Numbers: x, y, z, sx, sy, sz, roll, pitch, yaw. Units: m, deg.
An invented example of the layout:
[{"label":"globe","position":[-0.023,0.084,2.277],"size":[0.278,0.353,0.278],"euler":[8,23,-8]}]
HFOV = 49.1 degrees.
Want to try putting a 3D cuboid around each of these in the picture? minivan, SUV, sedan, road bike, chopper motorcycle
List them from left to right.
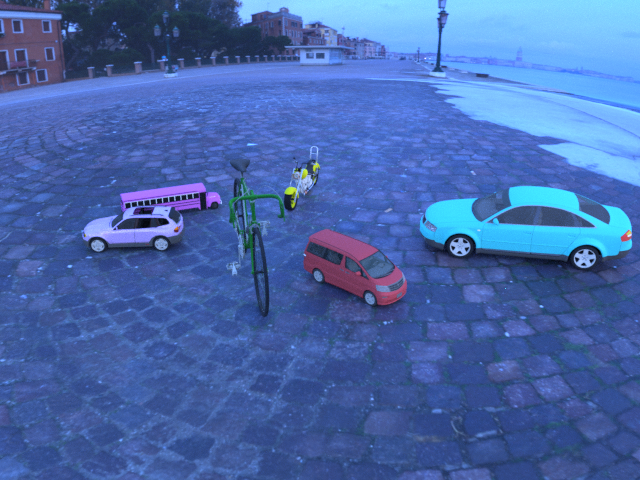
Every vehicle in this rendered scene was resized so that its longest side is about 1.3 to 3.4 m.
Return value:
[{"label":"SUV","position":[-2.916,-0.204,10.973],"size":[1.572,0.580,0.656],"euler":[-1,26,-3]},{"label":"road bike","position":[-0.994,-0.199,9.724],"size":[0.696,1.656,3.004],"euler":[-6,26,-12]},{"label":"chopper motorcycle","position":[-0.325,-1.131,12.688],"size":[0.466,0.761,1.563],"euler":[8,27,16]},{"label":"minivan","position":[0.487,0.366,9.748],"size":[1.548,0.616,0.681],"euler":[22,33,37]},{"label":"sedan","position":[3.121,-0.294,10.746],"size":[3.137,0.940,1.235],"euler":[5,26,11]}]

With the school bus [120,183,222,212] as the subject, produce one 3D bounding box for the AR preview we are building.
[{"label":"school bus","position":[-2.567,-0.684,12.137],"size":[1.708,0.434,0.365],"euler":[-10,27,-20]}]
